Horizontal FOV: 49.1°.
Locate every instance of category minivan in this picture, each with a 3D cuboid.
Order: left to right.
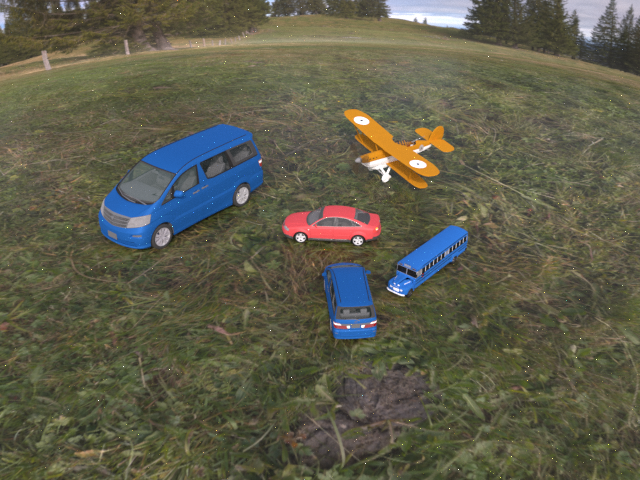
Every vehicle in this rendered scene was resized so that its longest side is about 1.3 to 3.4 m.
[{"bbox_3d":[-2.319,-0.949,11.812,1.324,1.197,3.011,22,37,32],"label":"minivan"},{"bbox_3d":[0.392,0.718,9.573,0.681,0.616,1.548,-2,31,-4],"label":"minivan"}]

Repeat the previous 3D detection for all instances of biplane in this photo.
[{"bbox_3d":[1.550,-1.686,13.268,2.120,0.981,2.598,-18,35,-28],"label":"biplane"}]

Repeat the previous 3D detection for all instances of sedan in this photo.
[{"bbox_3d":[0.188,-0.278,11.380,1.613,0.483,0.635,3,31,5],"label":"sedan"}]

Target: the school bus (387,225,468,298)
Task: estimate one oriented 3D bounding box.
[{"bbox_3d":[1.616,0.308,10.442,0.365,0.434,1.708,24,38,34],"label":"school bus"}]
